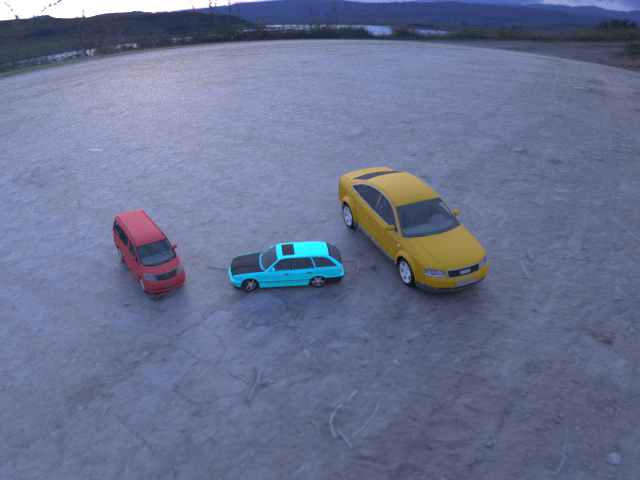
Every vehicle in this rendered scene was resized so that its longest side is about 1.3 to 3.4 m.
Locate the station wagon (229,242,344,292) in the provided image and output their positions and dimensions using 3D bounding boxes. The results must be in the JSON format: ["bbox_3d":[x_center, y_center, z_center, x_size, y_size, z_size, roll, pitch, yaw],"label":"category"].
[{"bbox_3d":[-0.480,0.332,9.821,1.597,0.473,0.682,-3,31,-5],"label":"station wagon"}]

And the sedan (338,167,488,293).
[{"bbox_3d":[1.319,-0.326,10.476,1.235,0.940,3.137,-13,33,-20],"label":"sedan"}]

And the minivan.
[{"bbox_3d":[-2.463,0.144,9.999,0.681,0.616,1.548,-18,35,-27],"label":"minivan"}]
